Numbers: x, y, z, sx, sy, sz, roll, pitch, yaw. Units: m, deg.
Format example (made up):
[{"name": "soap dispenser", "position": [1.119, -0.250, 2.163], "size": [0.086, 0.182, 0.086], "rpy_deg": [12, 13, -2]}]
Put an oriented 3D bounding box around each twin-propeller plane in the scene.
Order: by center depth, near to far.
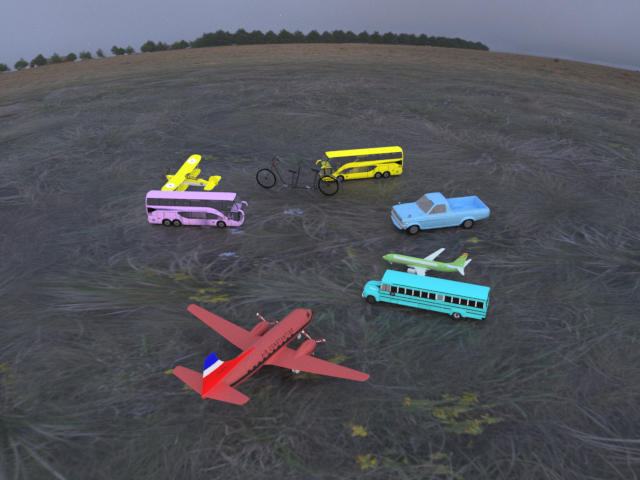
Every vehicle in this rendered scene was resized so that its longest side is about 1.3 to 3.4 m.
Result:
[{"name": "twin-propeller plane", "position": [-0.682, 1.219, 8.252], "size": [2.663, 0.792, 2.129], "rpy_deg": [17, 32, 29]}]

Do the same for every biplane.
[{"name": "biplane", "position": [-2.382, -1.082, 12.878], "size": [1.090, 0.504, 1.336], "rpy_deg": [8, 29, 15]}]

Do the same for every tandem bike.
[{"name": "tandem bike", "position": [-0.410, -1.194, 12.899], "size": [1.642, 0.682, 0.283], "rpy_deg": [7, 29, 14]}]

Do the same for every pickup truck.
[{"name": "pickup truck", "position": [2.020, -0.498, 11.775], "size": [1.603, 0.511, 0.640], "rpy_deg": [-6, 29, -12]}]

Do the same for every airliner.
[{"name": "airliner", "position": [1.557, 0.272, 10.416], "size": [1.307, 0.429, 1.161], "rpy_deg": [11, 30, 20]}]

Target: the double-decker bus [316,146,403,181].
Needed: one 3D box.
[{"name": "double-decker bus", "position": [0.778, -1.470, 13.567], "size": [1.672, 0.541, 0.389], "rpy_deg": [-6, 29, -11]}]

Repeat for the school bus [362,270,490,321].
[{"name": "school bus", "position": [1.425, 0.736, 9.538], "size": [1.708, 0.434, 0.365], "rpy_deg": [9, 29, 17]}]

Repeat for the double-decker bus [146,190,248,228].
[{"name": "double-decker bus", "position": [-2.074, -0.525, 11.792], "size": [1.672, 0.541, 0.389], "rpy_deg": [2, 28, 3]}]
